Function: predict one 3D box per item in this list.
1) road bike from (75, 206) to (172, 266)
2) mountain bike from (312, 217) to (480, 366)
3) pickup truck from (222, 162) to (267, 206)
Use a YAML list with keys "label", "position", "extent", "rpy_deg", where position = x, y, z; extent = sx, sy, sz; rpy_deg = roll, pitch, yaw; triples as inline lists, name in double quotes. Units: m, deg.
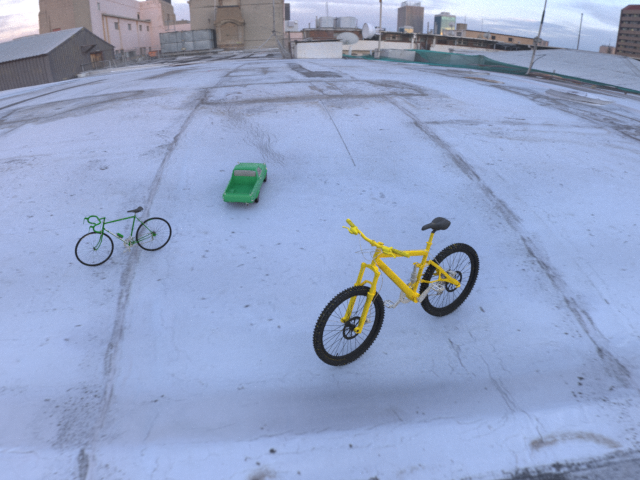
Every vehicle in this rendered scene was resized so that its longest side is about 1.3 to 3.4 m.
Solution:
- label: "road bike"
  position: [-3.082, -0.087, 10.991]
  extent: [1.545, 0.852, 0.358]
  rpy_deg: [-16, 33, -26]
- label: "mountain bike"
  position: [1.069, 0.542, 8.978]
  extent: [2.857, 1.688, 1.114]
  rpy_deg: [-20, 35, -32]
- label: "pickup truck"
  position: [-1.404, -1.124, 13.232]
  extent: [0.640, 0.511, 1.603]
  rpy_deg: [3, 29, 5]
